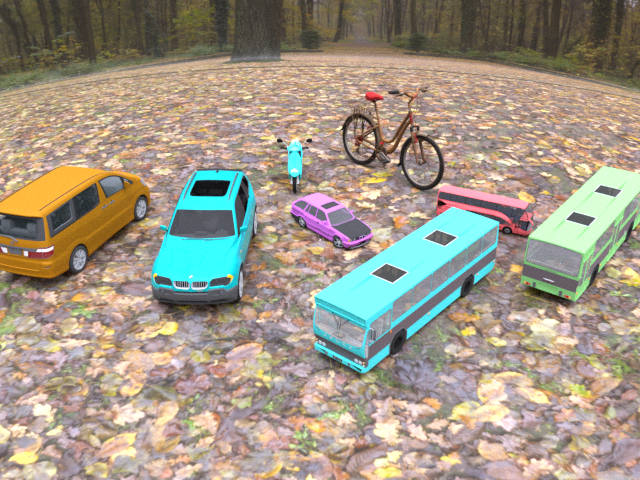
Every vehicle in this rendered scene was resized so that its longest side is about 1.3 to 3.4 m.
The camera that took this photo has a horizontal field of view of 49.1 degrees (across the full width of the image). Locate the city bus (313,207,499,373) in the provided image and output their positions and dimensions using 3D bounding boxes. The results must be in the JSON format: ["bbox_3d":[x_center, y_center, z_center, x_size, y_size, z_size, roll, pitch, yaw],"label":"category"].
[{"bbox_3d":[1.260,0.590,9.454,0.926,0.894,3.255,22,36,35],"label":"city bus"}]

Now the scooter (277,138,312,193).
[{"bbox_3d":[-0.478,-1.559,13.366,0.662,0.919,1.399,0,29,-1],"label":"scooter"}]

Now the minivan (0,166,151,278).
[{"bbox_3d":[-3.885,-0.512,11.156,1.324,1.197,3.011,8,30,15],"label":"minivan"}]

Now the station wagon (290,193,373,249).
[{"bbox_3d":[0.187,-0.358,11.630,0.682,0.473,1.597,-21,35,-34],"label":"station wagon"}]

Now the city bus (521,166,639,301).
[{"bbox_3d":[4.171,-0.153,10.816,0.926,0.894,3.255,20,35,32],"label":"city bus"}]

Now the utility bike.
[{"bbox_3d":[1.404,-2.134,13.459,1.039,1.839,2.791,-23,36,-35],"label":"utility bike"}]

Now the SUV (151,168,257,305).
[{"bbox_3d":[-1.677,-0.148,10.561,1.276,1.128,3.058,1,29,1],"label":"SUV"}]

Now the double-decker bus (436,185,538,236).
[{"bbox_3d":[2.799,-0.499,11.817,1.672,0.541,0.389,15,32,25],"label":"double-decker bus"}]
